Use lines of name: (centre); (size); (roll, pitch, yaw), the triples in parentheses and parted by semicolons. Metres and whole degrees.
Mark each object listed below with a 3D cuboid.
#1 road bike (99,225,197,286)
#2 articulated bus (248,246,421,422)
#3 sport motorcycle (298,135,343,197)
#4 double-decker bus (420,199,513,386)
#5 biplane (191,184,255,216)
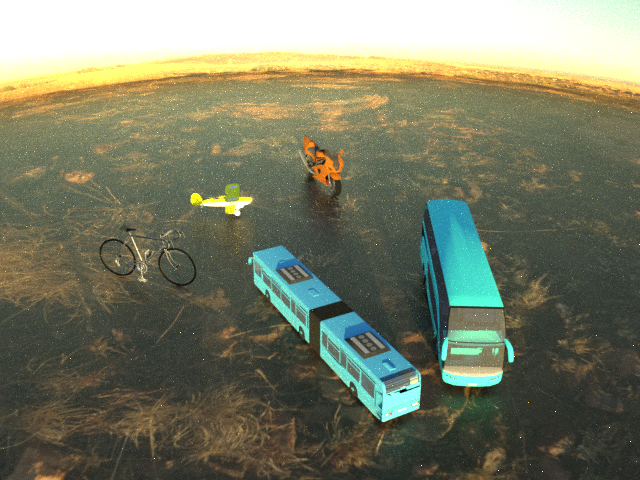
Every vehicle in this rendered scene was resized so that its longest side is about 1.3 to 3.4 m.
road bike: (-2.448, 0.201, 9.861); (1.545, 0.852, 0.358); (8, 27, 16)
articulated bus: (0.054, 0.990, 8.595); (0.605, 0.561, 3.401); (-13, 29, -25)
sport motorcycle: (0.033, -1.397, 13.121); (0.506, 0.821, 1.520); (-12, 29, -23)
double-decker bus: (1.747, 0.570, 8.891); (0.756, 1.052, 3.251); (1, 26, 2)
biplane: (-1.660, -0.673, 12.015); (1.090, 0.504, 1.336); (-3, 26, -5)
